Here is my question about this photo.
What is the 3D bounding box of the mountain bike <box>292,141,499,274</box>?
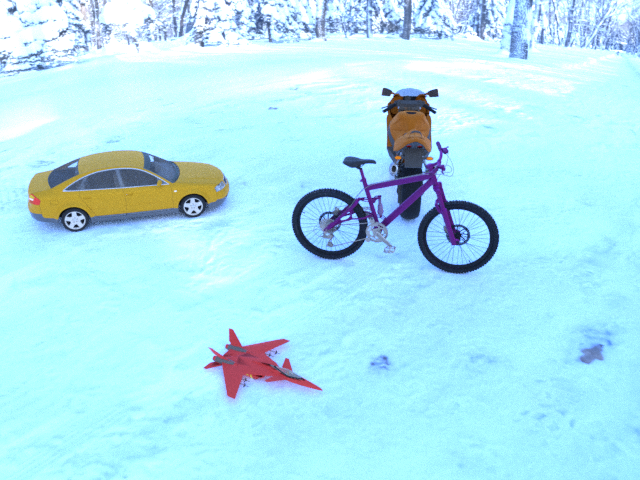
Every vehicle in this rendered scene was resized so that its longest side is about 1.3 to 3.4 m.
[{"bbox_3d":[0.996,-0.387,9.479,2.857,1.688,1.114,6,29,11],"label":"mountain bike"}]

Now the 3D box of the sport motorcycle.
[{"bbox_3d":[1.491,-1.537,11.698,0.983,1.596,2.955,2,29,4],"label":"sport motorcycle"}]

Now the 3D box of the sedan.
[{"bbox_3d":[-3.040,-0.908,11.228,3.137,0.940,1.235,-7,29,-13],"label":"sedan"}]

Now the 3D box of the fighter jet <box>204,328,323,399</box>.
[{"bbox_3d":[-0.568,1.373,7.702,1.358,0.286,1.147,14,32,25],"label":"fighter jet"}]
